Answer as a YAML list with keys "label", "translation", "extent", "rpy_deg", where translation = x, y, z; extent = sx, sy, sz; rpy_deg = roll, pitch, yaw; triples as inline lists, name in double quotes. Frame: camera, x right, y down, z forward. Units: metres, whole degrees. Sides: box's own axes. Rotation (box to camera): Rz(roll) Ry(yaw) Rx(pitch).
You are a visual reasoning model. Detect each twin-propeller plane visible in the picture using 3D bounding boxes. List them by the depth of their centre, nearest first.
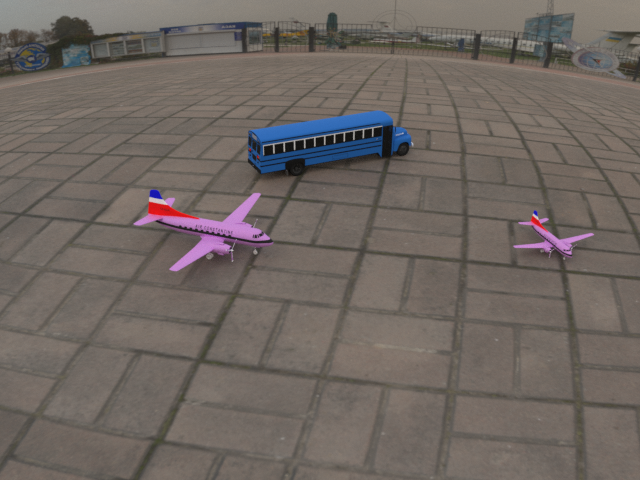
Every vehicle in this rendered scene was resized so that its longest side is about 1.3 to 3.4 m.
- label: "twin-propeller plane"
  translation: [-1.677, -0.263, 10.514]
  extent: [2.129, 0.792, 2.663]
  rpy_deg: [10, 30, 18]
- label: "twin-propeller plane"
  translation: [3.481, -0.066, 10.555]
  extent: [1.370, 0.407, 1.095]
  rpy_deg: [-8, 30, -15]

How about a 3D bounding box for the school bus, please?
- label: "school bus"
  translation: [0.274, -1.895, 13.460]
  extent: [3.322, 0.844, 0.709]
  rpy_deg: [-13, 31, -22]
